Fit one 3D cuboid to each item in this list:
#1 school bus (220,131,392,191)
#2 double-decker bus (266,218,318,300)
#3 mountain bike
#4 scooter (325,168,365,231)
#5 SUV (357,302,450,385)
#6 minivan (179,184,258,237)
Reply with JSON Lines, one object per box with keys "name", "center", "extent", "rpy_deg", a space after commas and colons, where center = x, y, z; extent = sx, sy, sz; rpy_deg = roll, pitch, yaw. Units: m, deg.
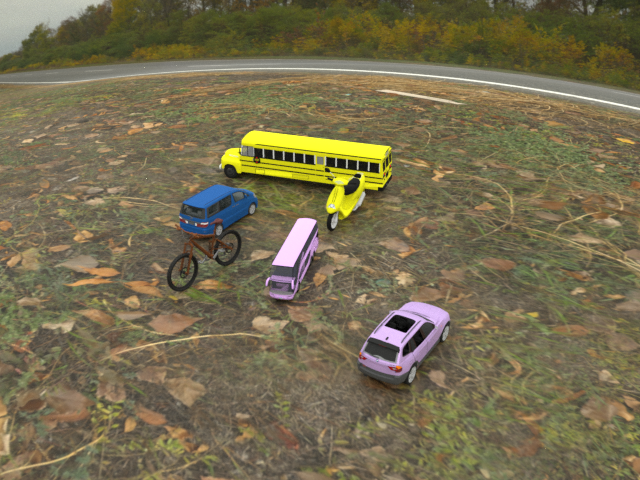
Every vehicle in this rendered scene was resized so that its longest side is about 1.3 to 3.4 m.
{"name": "school bus", "center": [-0.325, -1.492, 13.199], "extent": [3.322, 0.844, 0.709], "rpy_deg": [9, 29, 17]}
{"name": "double-decker bus", "center": [-0.365, 0.267, 10.154], "extent": [0.389, 0.541, 1.672], "rpy_deg": [6, 28, 11]}
{"name": "mountain bike", "center": [-1.647, 0.145, 10.036], "extent": [0.573, 0.868, 1.469], "rpy_deg": [19, 33, 32]}
{"name": "scooter", "center": [0.442, -0.793, 11.778], "extent": [0.662, 0.919, 1.399], "rpy_deg": [13, 30, 23]}
{"name": "SUV", "center": [1.040, 1.143, 8.433], "extent": [0.656, 0.580, 1.572], "rpy_deg": [16, 32, 28]}
{"name": "minivan", "center": [-1.661, -0.572, 11.683], "extent": [0.681, 0.616, 1.548], "rpy_deg": [15, 31, 26]}
